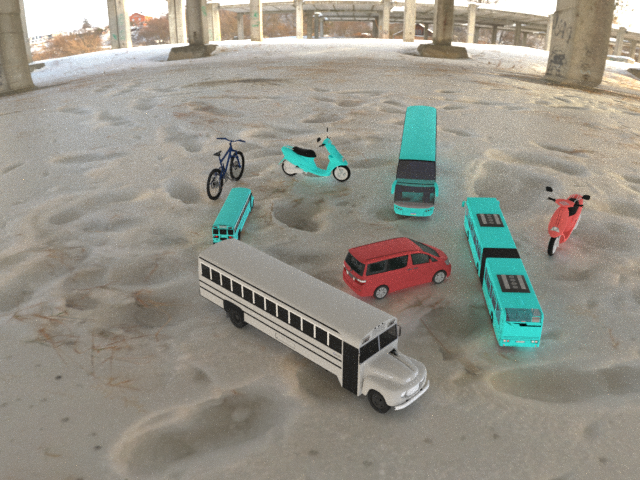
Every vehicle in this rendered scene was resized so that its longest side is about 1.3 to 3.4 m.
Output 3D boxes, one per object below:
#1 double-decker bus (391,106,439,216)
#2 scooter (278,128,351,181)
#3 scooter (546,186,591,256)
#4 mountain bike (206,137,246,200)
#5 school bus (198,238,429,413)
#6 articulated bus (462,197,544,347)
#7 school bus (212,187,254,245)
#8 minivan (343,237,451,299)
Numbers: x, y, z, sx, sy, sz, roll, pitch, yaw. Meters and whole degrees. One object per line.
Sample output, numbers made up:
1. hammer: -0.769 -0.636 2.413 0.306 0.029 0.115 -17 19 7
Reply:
1. double-decker bus: 1.767 -1.469 12.670 0.756 1.052 3.251 4 28 8
2. scooter: -0.104 -1.571 13.007 1.399 0.919 0.662 8 29 14
3. scooter: 3.788 -0.392 10.779 0.662 0.919 1.399 17 32 29
4. mountain bike: -1.686 -1.313 12.572 0.573 0.868 1.469 9 29 17
5. school bus: -0.167 0.927 8.366 3.322 0.844 0.709 24 36 37
6. articulated bus: 2.494 0.311 9.832 0.605 0.561 3.401 1 28 3
7. school bus: -1.382 -0.427 11.362 0.365 0.434 1.708 3 28 5
8. minivan: 1.100 0.326 9.746 1.548 0.616 0.681 -12 30 -22
